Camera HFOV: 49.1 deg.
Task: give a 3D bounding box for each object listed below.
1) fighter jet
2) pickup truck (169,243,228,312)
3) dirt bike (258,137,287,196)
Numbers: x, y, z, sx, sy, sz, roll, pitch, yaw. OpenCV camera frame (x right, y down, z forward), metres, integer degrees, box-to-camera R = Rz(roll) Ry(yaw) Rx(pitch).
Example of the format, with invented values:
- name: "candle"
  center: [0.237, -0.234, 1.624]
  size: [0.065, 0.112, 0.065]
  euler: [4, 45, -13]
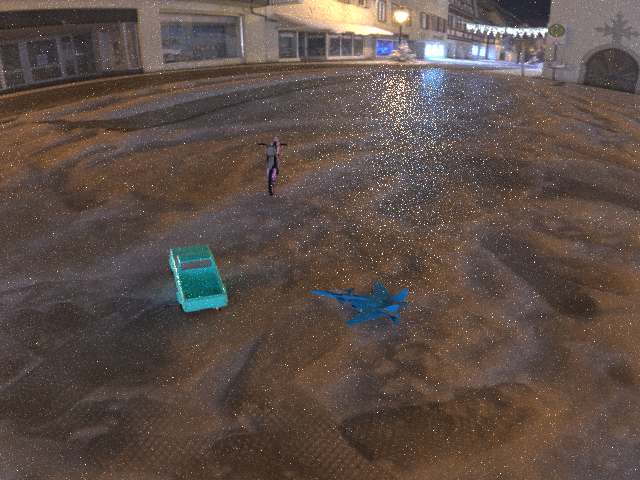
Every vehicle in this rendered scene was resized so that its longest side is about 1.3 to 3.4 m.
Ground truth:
- name: "fighter jet"
  center: [0.478, 0.738, 9.240]
  size: [1.358, 0.286, 1.147]
  euler: [12, 29, 21]
- name: "pickup truck"
  center: [-1.680, 0.462, 9.532]
  size: [0.640, 0.511, 1.603]
  euler: [-8, 28, -15]
- name: "dirt bike"
  center: [-0.844, -1.420, 12.820]
  size: [0.527, 0.857, 1.493]
  euler: [1, 27, 2]
